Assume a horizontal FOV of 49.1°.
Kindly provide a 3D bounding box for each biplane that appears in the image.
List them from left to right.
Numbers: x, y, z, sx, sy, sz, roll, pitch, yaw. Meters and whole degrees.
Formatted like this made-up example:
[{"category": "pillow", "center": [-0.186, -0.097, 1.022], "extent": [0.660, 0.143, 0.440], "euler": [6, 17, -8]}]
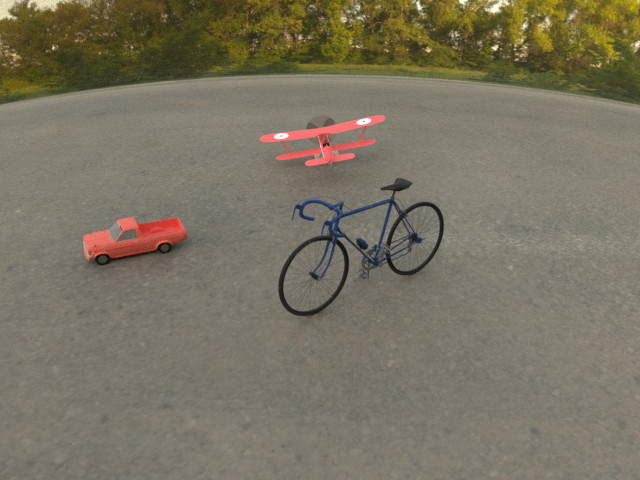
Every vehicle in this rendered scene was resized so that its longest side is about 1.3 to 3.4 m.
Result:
[{"category": "biplane", "center": [0.079, -1.907, 14.276], "extent": [2.598, 0.981, 2.120], "euler": [-2, 27, -4]}]

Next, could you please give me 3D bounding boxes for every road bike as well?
[{"category": "road bike", "center": [0.668, 0.013, 9.689], "extent": [3.004, 1.656, 0.696], "euler": [-19, 32, -33]}]

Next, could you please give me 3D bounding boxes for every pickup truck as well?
[{"category": "pickup truck", "center": [-2.939, -0.063, 11.119], "extent": [1.603, 0.511, 0.640], "euler": [-11, 29, -22]}]
